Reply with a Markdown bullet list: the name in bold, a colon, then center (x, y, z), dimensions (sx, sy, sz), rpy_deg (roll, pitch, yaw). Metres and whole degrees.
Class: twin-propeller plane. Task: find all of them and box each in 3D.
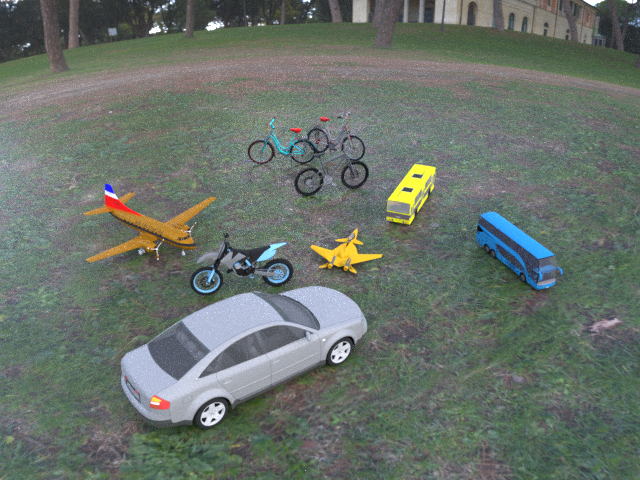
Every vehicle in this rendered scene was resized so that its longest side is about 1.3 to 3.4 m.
- **twin-propeller plane**: center (-2.767, -0.318, 11.246), dimensions (2.129, 0.792, 2.663), rpy_deg (20, 35, 31)

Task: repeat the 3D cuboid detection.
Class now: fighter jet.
- **fighter jet**: center (0.439, 0.062, 11.085), dimensions (1.147, 0.286, 1.358), rpy_deg (8, 30, 13)

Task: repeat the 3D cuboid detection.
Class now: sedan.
- **sedan**: center (-0.814, 1.193, 8.398), dimensions (3.137, 0.940, 1.235), rpy_deg (-20, 35, -31)

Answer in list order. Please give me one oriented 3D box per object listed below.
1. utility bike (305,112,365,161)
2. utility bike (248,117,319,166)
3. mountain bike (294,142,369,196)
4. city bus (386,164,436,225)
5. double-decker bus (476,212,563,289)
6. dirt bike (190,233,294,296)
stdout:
- **utility bike**: center (0.330, -2.188, 14.427), dimensions (1.435, 0.946, 0.535), rpy_deg (16, 33, 27)
- **utility bike**: center (-0.736, -1.927, 13.961), dimensions (1.435, 0.946, 0.535), rpy_deg (-1, 29, -2)
- **mountain bike**: center (0.226, -1.275, 12.877), dimensions (1.469, 0.868, 0.573), rpy_deg (-10, 31, -18)
- **city bus**: center (1.639, -0.813, 12.469), dimensions (0.476, 0.460, 1.674), rpy_deg (12, 31, 20)
- **double-decker bus**: center (2.983, 0.158, 10.654), dimensions (0.389, 0.541, 1.672), rpy_deg (-11, 31, -20)
- **dirt bike**: center (-1.112, 0.364, 9.962), dimensions (1.493, 0.857, 0.527), rpy_deg (-7, 30, -12)
